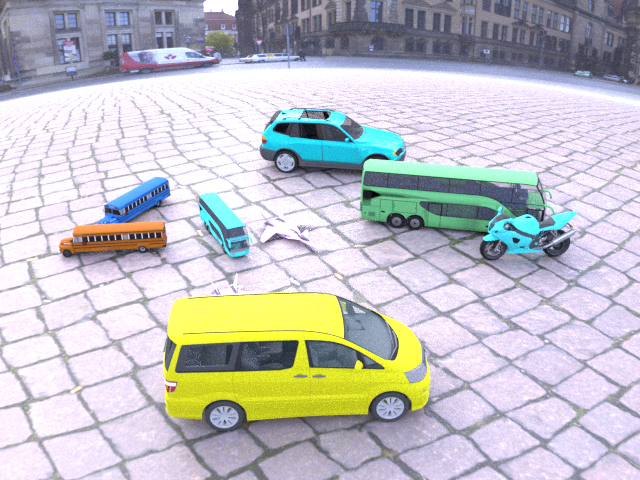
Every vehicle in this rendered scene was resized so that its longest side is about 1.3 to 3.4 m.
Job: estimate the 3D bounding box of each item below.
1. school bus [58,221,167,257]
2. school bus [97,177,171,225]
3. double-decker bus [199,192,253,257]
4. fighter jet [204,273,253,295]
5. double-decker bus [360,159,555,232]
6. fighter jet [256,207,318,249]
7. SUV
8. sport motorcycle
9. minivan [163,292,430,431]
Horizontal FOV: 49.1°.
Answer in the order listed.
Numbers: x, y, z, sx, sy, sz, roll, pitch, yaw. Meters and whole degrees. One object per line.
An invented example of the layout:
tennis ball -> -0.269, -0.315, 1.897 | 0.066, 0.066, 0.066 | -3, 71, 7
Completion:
school bus -> -3.369, -0.026, 11.358 | 1.708, 0.434, 0.365 | -3, 27, -7
school bus -> -3.337, -0.642, 12.558 | 0.365, 0.434, 1.708 | 12, 30, 22
double-decker bus -> -1.610, -0.256, 11.689 | 0.389, 0.541, 1.672 | -13, 30, -23
fighter jet -> -1.177, 0.918, 9.685 | 1.147, 0.286, 1.358 | -10, 29, -18
double-decker bus -> 2.317, -0.716, 12.026 | 3.251, 1.052, 0.756 | 6, 28, 11
fighter jet -> -0.454, -0.166, 11.792 | 1.147, 0.286, 1.358 | -21, 34, -34
SUV -> 0.267, -2.075, 14.585 | 3.058, 1.128, 1.276 | 4, 28, 8
sport motorcycle -> 3.276, -0.084, 11.049 | 1.520, 0.821, 0.506 | -4, 27, -7
minivan -> -0.242, 1.291, 7.964 | 3.011, 1.197, 1.324 | -2, 27, -4
